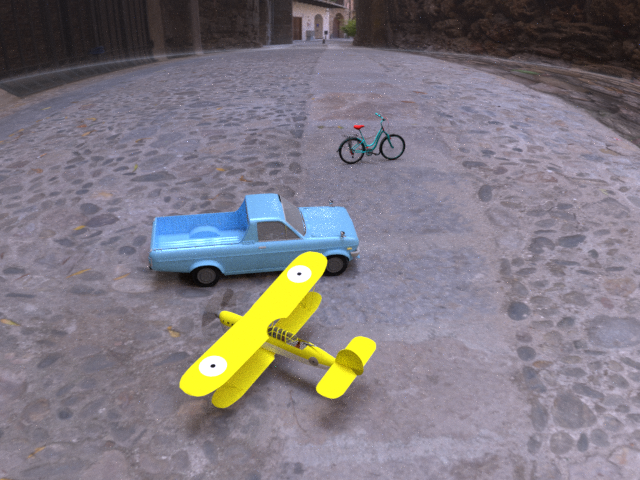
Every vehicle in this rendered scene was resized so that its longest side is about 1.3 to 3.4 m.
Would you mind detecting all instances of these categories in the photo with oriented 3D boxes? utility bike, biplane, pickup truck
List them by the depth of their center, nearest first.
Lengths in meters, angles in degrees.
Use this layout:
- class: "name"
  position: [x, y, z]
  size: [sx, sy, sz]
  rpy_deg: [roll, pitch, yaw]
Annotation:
- class: "biplane"
  position: [-0.436, 1.224, 8.192]
  size: [2.120, 0.981, 2.598]
  rpy_deg: [17, 34, 27]
- class: "pickup truck"
  position: [-0.976, -0.085, 10.460]
  size: [3.117, 0.993, 1.244]
  rpy_deg: [-4, 30, -8]
- class: "utility bike"
  position: [1.003, -2.008, 13.856]
  size: [1.435, 0.946, 0.535]
  rpy_deg: [-7, 31, -11]
